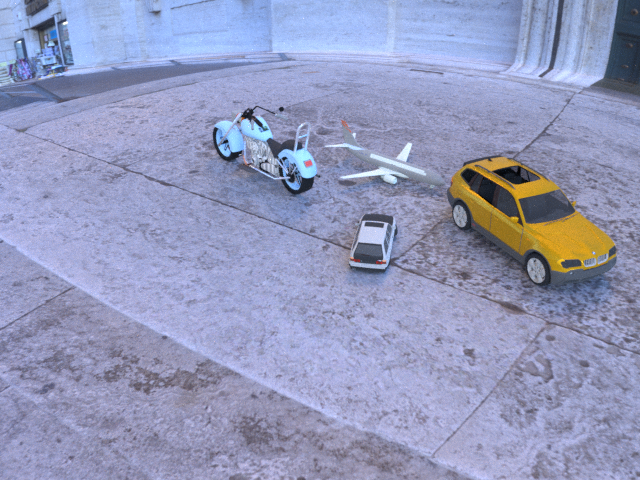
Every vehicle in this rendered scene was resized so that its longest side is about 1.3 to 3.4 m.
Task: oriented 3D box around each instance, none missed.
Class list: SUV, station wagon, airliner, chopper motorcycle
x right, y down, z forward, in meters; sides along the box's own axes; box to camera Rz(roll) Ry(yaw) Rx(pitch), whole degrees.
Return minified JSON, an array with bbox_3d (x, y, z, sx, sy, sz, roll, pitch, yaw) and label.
[{"bbox_3d":[3.254,-0.405,11.027,1.276,1.128,3.058,-13,32,-22],"label":"SUV"},{"bbox_3d":[0.856,-0.056,11.075,0.682,0.473,1.597,5,30,9],"label":"station wagon"},{"bbox_3d":[1.351,-1.648,13.499,2.541,0.835,2.257,23,37,34],"label":"airliner"},{"bbox_3d":[-1.131,-1.886,13.266,0.906,1.480,3.040,-23,37,-34],"label":"chopper motorcycle"}]
